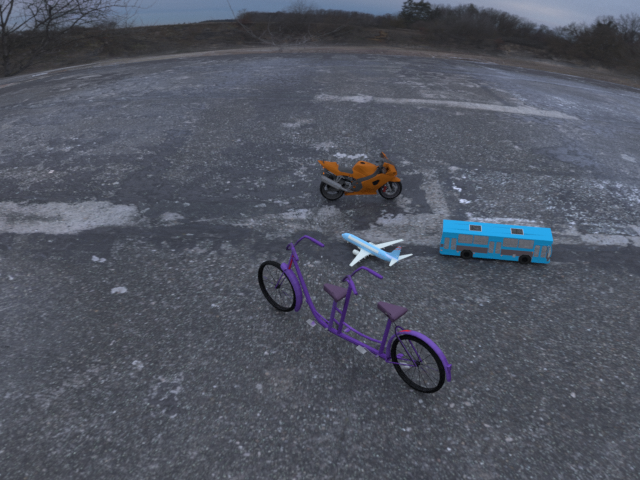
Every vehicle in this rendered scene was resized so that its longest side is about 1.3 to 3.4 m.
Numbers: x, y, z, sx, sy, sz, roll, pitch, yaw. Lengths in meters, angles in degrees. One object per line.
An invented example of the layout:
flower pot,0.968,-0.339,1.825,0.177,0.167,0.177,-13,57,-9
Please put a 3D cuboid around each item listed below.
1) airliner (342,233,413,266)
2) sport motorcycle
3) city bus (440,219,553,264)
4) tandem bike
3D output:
airliner,0.793,0.054,10.923,1.161,0.429,1.307,-24,38,-35
sport motorcycle,0.720,-1.093,12.484,1.520,0.821,0.506,-1,31,-1
city bus,2.727,0.040,10.917,1.674,0.460,0.476,5,31,8
tandem bike,0.304,0.825,8.733,3.192,1.326,0.550,25,39,36
